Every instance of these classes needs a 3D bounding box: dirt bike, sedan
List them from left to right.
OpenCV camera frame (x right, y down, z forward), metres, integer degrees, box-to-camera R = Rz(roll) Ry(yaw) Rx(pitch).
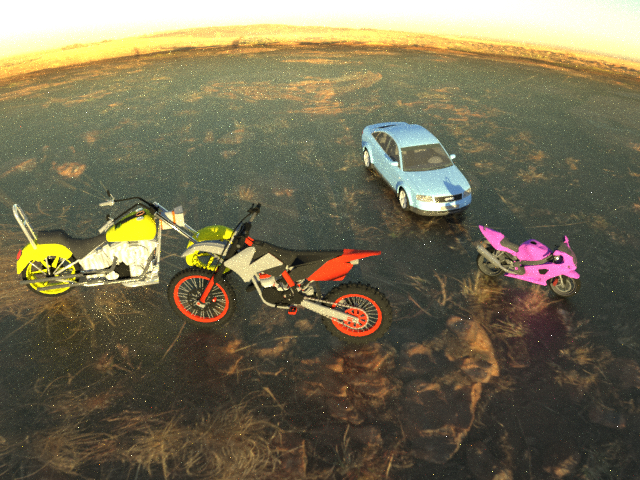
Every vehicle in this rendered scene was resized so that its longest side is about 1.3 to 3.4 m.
[{"bbox_3d":[-0.537,0.517,8.662,2.903,1.666,1.024,5,31,8],"label":"dirt bike"},{"bbox_3d":[1.700,-1.451,12.733,1.235,0.940,3.137,-9,31,-14],"label":"sedan"}]

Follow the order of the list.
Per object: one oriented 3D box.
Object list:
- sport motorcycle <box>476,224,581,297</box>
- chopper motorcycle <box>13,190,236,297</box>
[{"bbox_3d":[2.933,0.294,9.877,1.520,0.821,0.506,17,34,26],"label":"sport motorcycle"},{"bbox_3d":[-2.626,0.018,9.697,3.040,1.480,0.906,-8,31,-13],"label":"chopper motorcycle"}]
